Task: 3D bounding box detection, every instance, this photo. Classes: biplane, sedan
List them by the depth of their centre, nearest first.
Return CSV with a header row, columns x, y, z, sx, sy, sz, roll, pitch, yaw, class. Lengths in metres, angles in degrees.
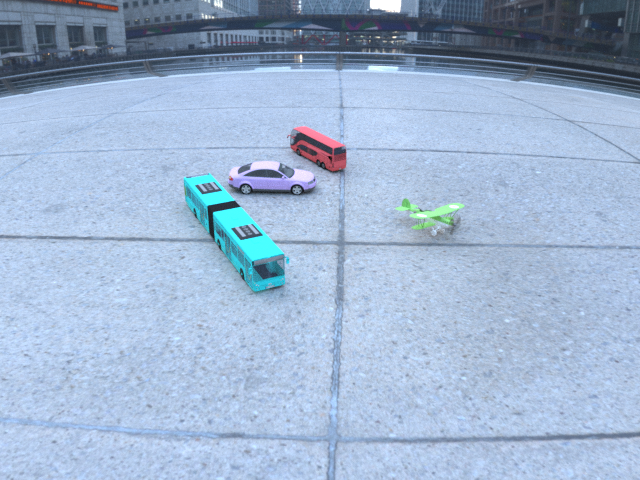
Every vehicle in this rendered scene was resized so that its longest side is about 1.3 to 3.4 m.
x,y,z,sx,sy,sz,roll,pitch,yaw,class
1.753,-0.390,11.254,1.090,0.504,1.336,24,36,38,biplane
-0.869,-1.160,12.780,1.613,0.483,0.635,1,27,2,sedan

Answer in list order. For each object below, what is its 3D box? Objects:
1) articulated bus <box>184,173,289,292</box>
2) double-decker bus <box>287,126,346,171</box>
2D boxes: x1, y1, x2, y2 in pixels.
x,y,z,sx,sy,sz,roll,pitch,yaw,class
-1.409,-0.221,10.862,0.605,0.561,3.401,-12,30,-23,articulated bus
-0.067,-1.858,14.080,0.389,0.541,1.672,-17,32,-29,double-decker bus
